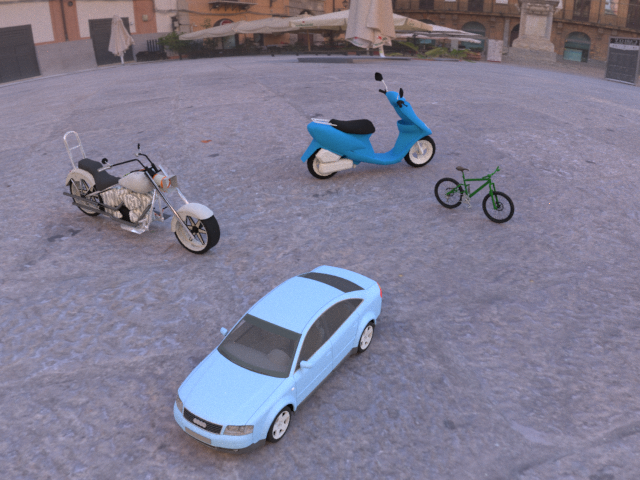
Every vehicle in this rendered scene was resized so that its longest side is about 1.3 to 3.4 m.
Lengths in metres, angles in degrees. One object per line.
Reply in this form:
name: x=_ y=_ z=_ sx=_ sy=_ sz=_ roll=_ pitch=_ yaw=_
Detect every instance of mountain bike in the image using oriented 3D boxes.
mountain bike: x=2.579 y=-0.809 z=11.728 sx=1.469 sy=0.868 sz=0.573 roll=20 pitch=35 yaw=32

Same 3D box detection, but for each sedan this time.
sedan: x=-0.384 y=1.162 z=8.054 sx=1.235 sy=0.940 sz=3.137 roll=17 pitch=33 yaw=28

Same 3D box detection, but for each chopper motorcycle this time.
chopper motorcycle: x=-2.879 y=-0.766 z=11.014 sx=3.040 sy=1.480 sz=0.906 roll=16 pitch=32 yaw=27

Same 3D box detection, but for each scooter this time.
scooter: x=0.961 y=-2.079 z=13.091 sx=2.721 sy=1.786 sz=1.288 roll=-9 pitch=30 yaw=-15
